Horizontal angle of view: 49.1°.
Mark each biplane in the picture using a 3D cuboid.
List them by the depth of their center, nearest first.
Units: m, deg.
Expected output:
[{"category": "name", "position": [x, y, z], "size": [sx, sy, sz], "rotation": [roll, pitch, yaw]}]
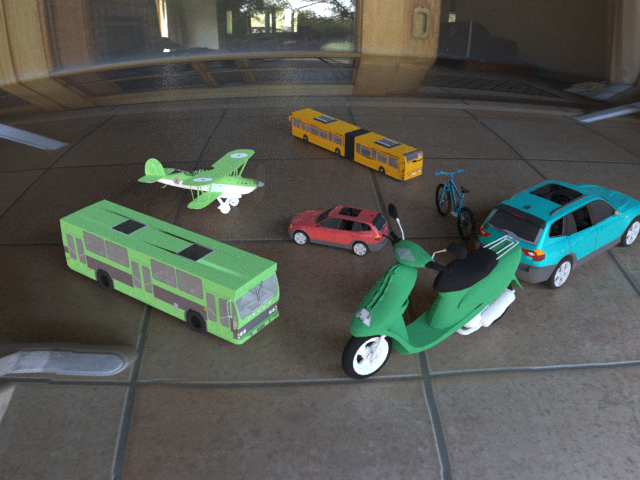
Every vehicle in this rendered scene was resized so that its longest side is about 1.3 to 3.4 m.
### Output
[{"category": "biplane", "position": [-1.950, -1.016, 11.832], "size": [2.120, 0.981, 2.598], "rotation": [6, 29, 11]}]

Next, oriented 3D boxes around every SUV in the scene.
[{"category": "SUV", "position": [3.628, -0.301, 10.363], "size": [3.058, 1.128, 1.276], "rotation": [-22, 35, -34]}, {"category": "SUV", "position": [0.284, -0.217, 10.783], "size": [1.572, 0.580, 0.656], "rotation": [10, 30, 18]}]

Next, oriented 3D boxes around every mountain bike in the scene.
[{"category": "mountain bike", "position": [2.157, -0.585, 11.158], "size": [0.573, 0.868, 1.469], "rotation": [-7, 29, -12]}]

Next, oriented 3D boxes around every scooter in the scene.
[{"category": "scooter", "position": [1.397, 0.525, 8.156], "size": [2.721, 1.786, 1.288], "rotation": [-17, 33, -28]}]

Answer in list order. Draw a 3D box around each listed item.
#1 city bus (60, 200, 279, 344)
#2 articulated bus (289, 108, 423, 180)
[{"category": "city bus", "position": [-2.066, 0.383, 9.351], "size": [3.255, 0.894, 0.926], "rotation": [18, 34, 30]}, {"category": "articulated bus", "position": [0.636, -1.960, 14.006], "size": [0.605, 0.561, 3.401], "rotation": [-22, 35, -35]}]
